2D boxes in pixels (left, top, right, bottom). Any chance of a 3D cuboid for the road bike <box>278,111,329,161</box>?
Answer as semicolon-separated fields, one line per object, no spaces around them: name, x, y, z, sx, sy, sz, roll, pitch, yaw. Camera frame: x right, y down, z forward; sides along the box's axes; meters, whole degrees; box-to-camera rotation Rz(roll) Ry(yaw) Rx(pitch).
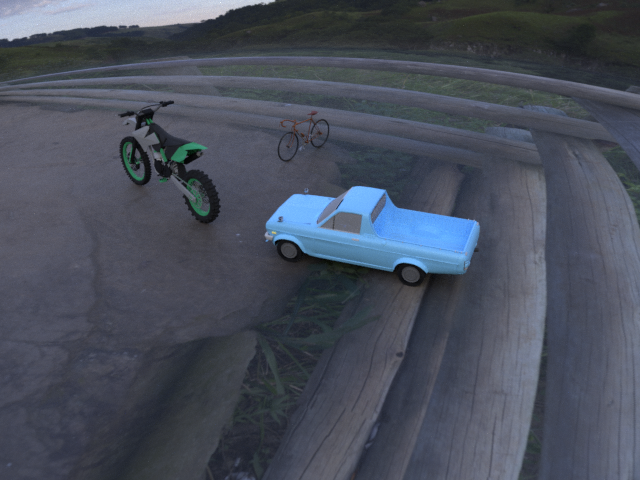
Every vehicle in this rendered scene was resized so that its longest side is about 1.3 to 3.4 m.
road bike;-0.312;-2.114;13.949;0.358;0.852;1.545;23;37;34

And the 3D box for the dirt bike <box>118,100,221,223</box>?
dirt bike;-2.655;-1.388;11.846;1.024;1.666;2.903;-26;38;-37

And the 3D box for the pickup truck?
pickup truck;0.761;-0.174;10.389;3.117;0.993;1.244;11;31;18
